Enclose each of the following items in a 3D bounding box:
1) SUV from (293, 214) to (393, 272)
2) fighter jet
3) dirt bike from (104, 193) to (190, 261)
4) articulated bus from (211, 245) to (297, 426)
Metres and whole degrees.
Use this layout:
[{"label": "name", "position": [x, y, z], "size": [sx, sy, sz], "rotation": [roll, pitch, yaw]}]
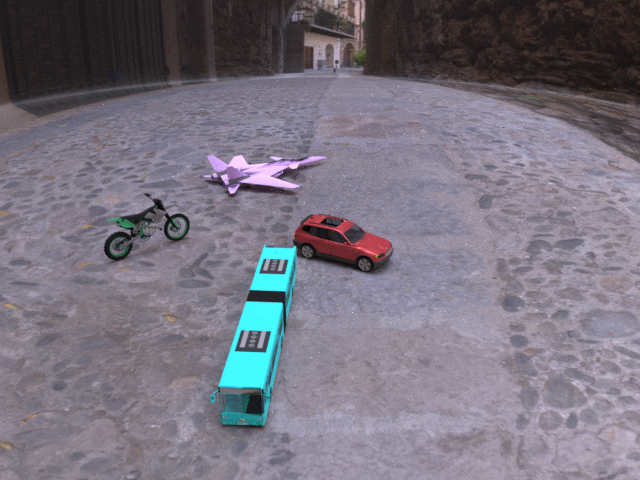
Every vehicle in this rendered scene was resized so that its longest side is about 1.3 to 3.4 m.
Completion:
[{"label": "SUV", "position": [0.350, 0.004, 10.820], "size": [1.572, 0.580, 0.656], "rotation": [12, 28, 24]}, {"label": "fighter jet", "position": [-0.930, -1.566, 14.097], "size": [2.640, 0.557, 2.229], "rotation": [-17, 31, -32]}, {"label": "dirt bike", "position": [-2.715, -0.233, 10.991], "size": [1.493, 0.857, 0.527], "rotation": [-21, 33, -36]}, {"label": "articulated bus", "position": [-0.699, 1.019, 8.739], "size": [0.605, 0.561, 3.401], "rotation": [2, 26, 4]}]
